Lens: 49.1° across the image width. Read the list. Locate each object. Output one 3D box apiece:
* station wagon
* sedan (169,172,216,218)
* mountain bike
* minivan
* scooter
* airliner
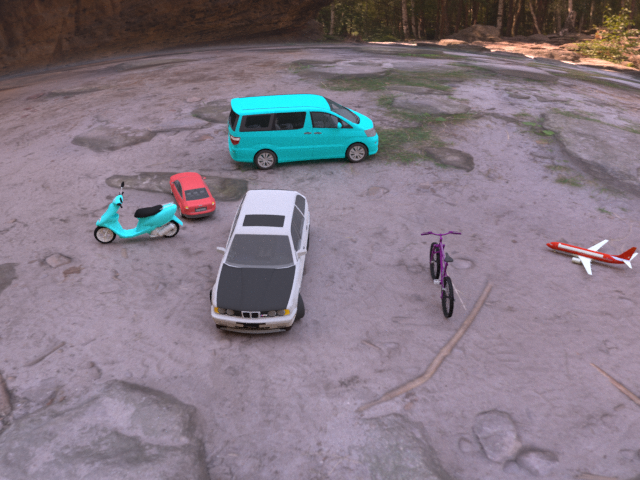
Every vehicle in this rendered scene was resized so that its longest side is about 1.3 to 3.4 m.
[{"bbox_3d":[-0.807,0.144,10.192,1.327,0.920,3.105,1,30,2],"label":"station wagon"},{"bbox_3d":[-2.273,-0.878,12.366,0.635,0.483,1.613,-11,32,-18],"label":"sedan"},{"bbox_3d":[1.709,0.408,9.794,0.573,0.868,1.469,-1,30,-2],"label":"mountain bike"},{"bbox_3d":[-0.327,-2.237,13.977,3.011,1.197,1.324,-5,31,-9],"label":"minivan"},{"bbox_3d":[-2.915,-0.399,11.119,1.399,0.919,0.662,-6,31,-10],"label":"scooter"},{"bbox_3d":[4.128,0.133,10.696,1.307,0.429,1.161,17,34,26],"label":"airliner"}]
